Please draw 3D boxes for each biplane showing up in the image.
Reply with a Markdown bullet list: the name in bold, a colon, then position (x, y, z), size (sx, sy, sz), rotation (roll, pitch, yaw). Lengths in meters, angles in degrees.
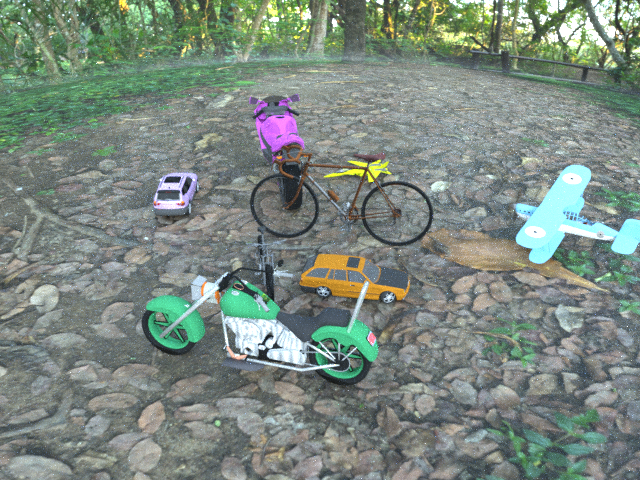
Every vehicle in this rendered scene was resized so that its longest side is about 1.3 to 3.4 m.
- **biplane**: position (4.022, -0.248, 11.152), size (2.120, 0.981, 2.598), rotation (18, 33, 30)

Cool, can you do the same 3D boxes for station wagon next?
- **station wagon**: position (0.518, 0.530, 10.247), size (1.597, 0.473, 0.682), rotation (5, 29, 9)

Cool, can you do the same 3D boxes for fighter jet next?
- **fighter jet**: position (0.705, -1.437, 14.079), size (1.358, 0.286, 1.147), rotation (-10, 30, -17)

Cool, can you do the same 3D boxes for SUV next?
- **SUV**: position (-2.635, -0.928, 12.829), size (0.656, 0.580, 1.572), rotation (0, 28, 0)

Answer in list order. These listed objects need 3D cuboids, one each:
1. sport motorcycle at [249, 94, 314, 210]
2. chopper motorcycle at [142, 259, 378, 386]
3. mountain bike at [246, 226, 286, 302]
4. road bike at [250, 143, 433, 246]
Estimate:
- **sport motorcycle**: position (-0.729, -1.740, 13.263), size (0.983, 1.596, 2.955), rotation (-6, 29, -10)
- **chopper motorcycle**: position (-0.785, 0.933, 8.444), size (3.040, 1.480, 0.906), rotation (8, 30, 15)
- **mountain bike**: position (-0.810, 0.281, 10.293), size (0.573, 0.868, 1.469), rotation (-5, 29, -10)
- **road bike**: position (0.327, -0.702, 11.282), size (3.004, 1.656, 0.697), rotation (4, 29, 8)
